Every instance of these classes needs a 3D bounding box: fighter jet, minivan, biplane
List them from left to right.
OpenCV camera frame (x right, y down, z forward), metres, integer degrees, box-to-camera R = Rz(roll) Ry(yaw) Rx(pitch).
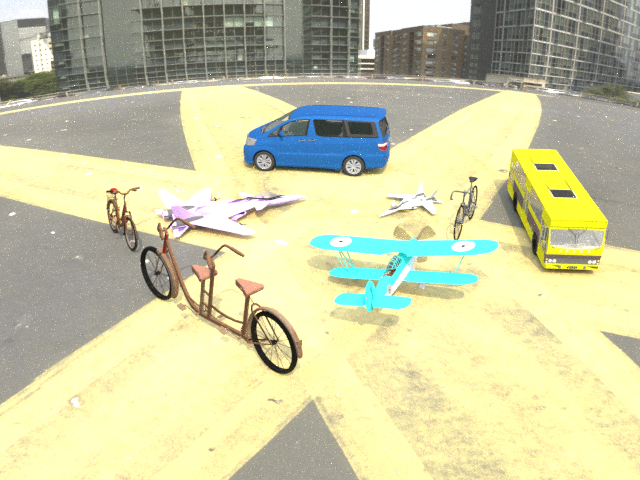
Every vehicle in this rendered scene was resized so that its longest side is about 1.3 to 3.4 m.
[{"bbox_3d":[-1.419,-0.684,12.110,2.640,0.557,2.229,-12,28,-24],"label":"fighter jet"},{"bbox_3d":[-0.076,-2.099,14.335,3.011,1.197,1.324,4,26,9],"label":"minivan"},{"bbox_3d":[0.942,0.425,9.293,2.598,0.981,2.120,11,27,21],"label":"biplane"},{"bbox_3d":[1.528,-0.677,12.411,1.358,0.286,1.147,-21,33,-37],"label":"fighter jet"}]

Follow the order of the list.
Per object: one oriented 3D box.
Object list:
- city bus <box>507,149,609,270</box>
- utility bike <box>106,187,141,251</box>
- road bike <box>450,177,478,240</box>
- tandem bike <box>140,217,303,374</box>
[{"bbox_3d":[3.770,-0.565,11.470,0.926,0.894,3.255,2,26,4],"label":"city bus"},{"bbox_3d":[-3.142,-0.450,11.168,0.535,0.946,1.435,-16,30,-30],"label":"utility bike"},{"bbox_3d":[2.418,-0.570,11.529,0.358,0.852,1.545,11,28,22],"label":"road bike"},{"bbox_3d":[-1.340,0.577,8.574,3.192,1.326,0.550,23,34,39],"label":"tandem bike"}]
